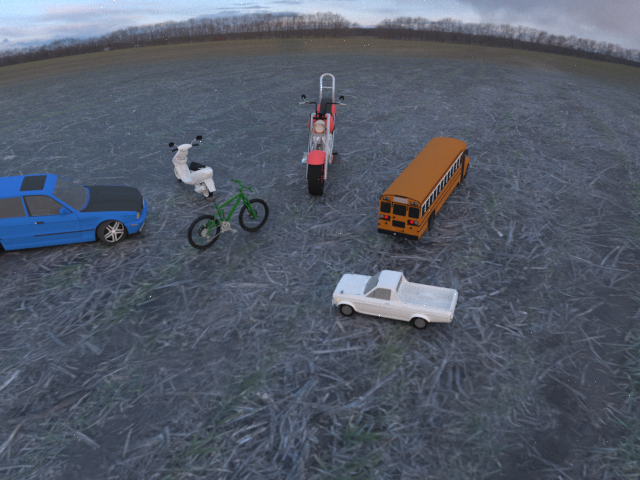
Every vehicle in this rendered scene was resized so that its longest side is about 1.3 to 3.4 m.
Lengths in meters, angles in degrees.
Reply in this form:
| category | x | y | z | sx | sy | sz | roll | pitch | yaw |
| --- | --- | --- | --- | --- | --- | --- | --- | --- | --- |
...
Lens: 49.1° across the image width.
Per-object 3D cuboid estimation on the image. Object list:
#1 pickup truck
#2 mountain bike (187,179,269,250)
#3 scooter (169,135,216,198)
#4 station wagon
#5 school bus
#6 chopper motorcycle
| category | x | y | z | sx | sy | sz | roll | pitch | yaw |
| --- | --- | --- | --- | --- | --- | --- | --- | --- | --- |
| pickup truck | 0.970 | 0.720 | 9.088 | 1.603 | 0.511 | 0.640 | 8 | 30 | 15 |
| mountain bike | -1.397 | -0.390 | 10.763 | 1.469 | 0.868 | 0.573 | -21 | 35 | -34 |
| scooter | -2.268 | -1.311 | 12.410 | 0.662 | 0.919 | 1.399 | -21 | 35 | -33 |
| station wagon | -4.291 | -0.484 | 10.881 | 3.105 | 0.920 | 1.327 | -6 | 29 | -12 |
| school bus | 1.868 | -0.991 | 11.898 | 0.709 | 0.844 | 3.322 | 12 | 31 | 21 |
| chopper motorcycle | 0.032 | -2.040 | 13.168 | 0.906 | 1.480 | 3.040 | 2 | 29 | 4 |
